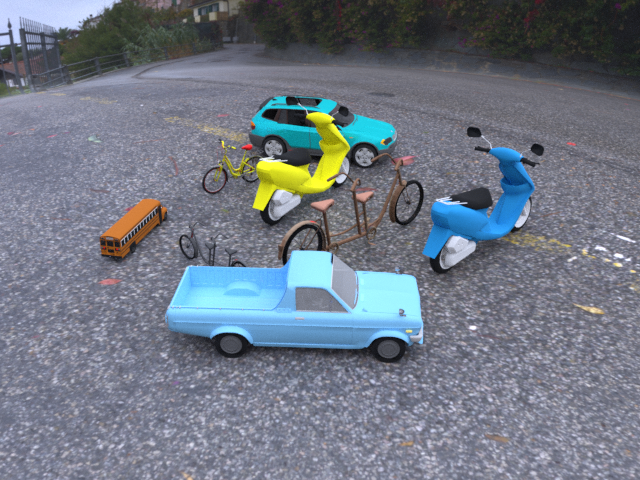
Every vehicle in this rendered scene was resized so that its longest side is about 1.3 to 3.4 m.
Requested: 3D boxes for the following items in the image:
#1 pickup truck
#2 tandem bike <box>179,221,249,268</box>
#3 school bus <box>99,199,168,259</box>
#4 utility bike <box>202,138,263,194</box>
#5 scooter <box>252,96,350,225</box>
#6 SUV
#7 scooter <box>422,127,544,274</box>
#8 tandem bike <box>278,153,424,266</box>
[{"bbox_3d":[-0.275,0.729,8.624,3.117,0.993,1.244,1,27,3],"label":"pickup truck"},{"bbox_3d":[-1.525,0.176,10.048,1.642,0.682,0.283,23,35,37],"label":"tandem bike"},{"bbox_3d":[-2.911,-0.231,11.115,0.365,0.434,1.708,6,28,12],"label":"school bus"},{"bbox_3d":[-1.525,-1.377,12.794,1.435,0.946,0.535,-21,34,-35],"label":"utility bike"},{"bbox_3d":[-0.229,-1.420,11.956,1.288,1.786,2.721,17,32,30],"label":"scooter"},{"bbox_3d":[0.065,-2.296,14.391,3.058,1.128,1.276,7,28,13],"label":"SUV"},{"bbox_3d":[2.474,-0.627,10.404,2.721,1.786,1.288,-24,36,-39],"label":"scooter"},{"bbox_3d":[0.571,-0.467,10.597,3.192,1.326,0.550,-24,35,-38],"label":"tandem bike"}]
